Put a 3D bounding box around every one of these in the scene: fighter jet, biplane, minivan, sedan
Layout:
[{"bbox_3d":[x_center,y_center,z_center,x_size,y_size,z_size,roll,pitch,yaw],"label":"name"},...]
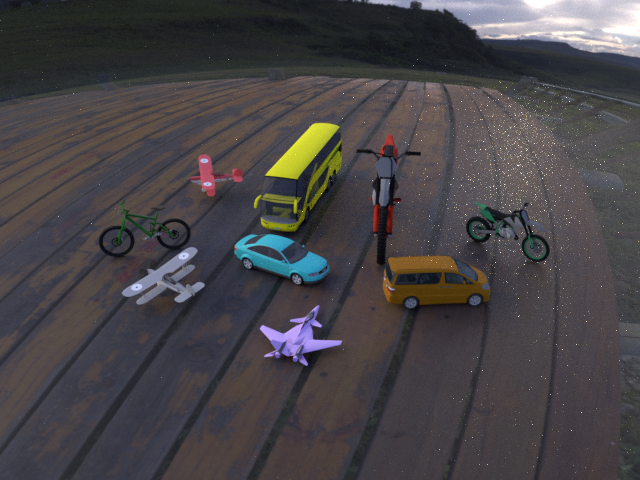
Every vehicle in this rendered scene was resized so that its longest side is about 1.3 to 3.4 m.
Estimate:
[{"bbox_3d":[-0.229,1.163,9.453,1.147,0.286,1.358,9,29,16],"label":"fighter jet"},{"bbox_3d":[-2.203,0.632,10.228,1.090,0.504,1.336,22,35,35],"label":"biplane"},{"bbox_3d":[1.712,0.580,10.207,1.548,0.616,0.681,-2,28,-4],"label":"minivan"},{"bbox_3d":[-0.602,0.246,10.982,1.613,0.483,0.635,16,32,28],"label":"sedan"},{"bbox_3d":[-2.055,-1.214,13.731,1.090,0.504,1.336,-6,28,-10],"label":"biplane"}]

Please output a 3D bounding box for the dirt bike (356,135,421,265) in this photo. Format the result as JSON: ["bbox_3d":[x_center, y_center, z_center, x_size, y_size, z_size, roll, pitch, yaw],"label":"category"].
[{"bbox_3d":[1.127,-0.842,11.779,1.024,1.666,2.903,3,28,6],"label":"dirt bike"}]

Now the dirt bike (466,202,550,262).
[{"bbox_3d":[3.067,-0.195,11.418,1.493,0.857,0.527,22,35,35],"label":"dirt bike"}]

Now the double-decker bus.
[{"bbox_3d":[-0.300,-1.214,13.144,0.756,1.052,3.251,8,29,14],"label":"double-decker bus"}]

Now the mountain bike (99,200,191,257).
[{"bbox_3d":[-2.853,-0.177,11.372,1.469,0.868,0.573,-8,29,-15],"label":"mountain bike"}]
